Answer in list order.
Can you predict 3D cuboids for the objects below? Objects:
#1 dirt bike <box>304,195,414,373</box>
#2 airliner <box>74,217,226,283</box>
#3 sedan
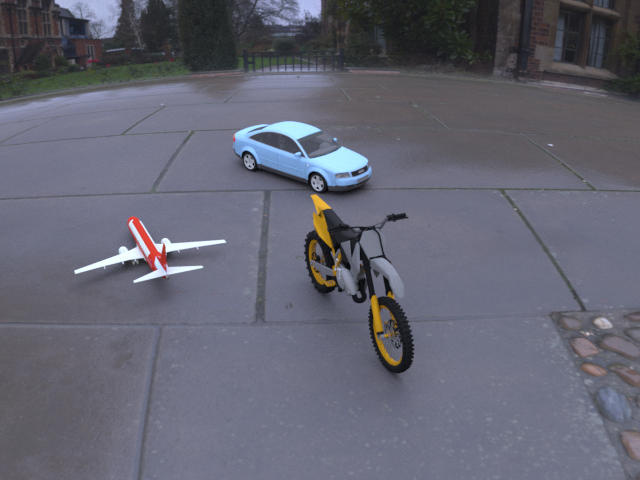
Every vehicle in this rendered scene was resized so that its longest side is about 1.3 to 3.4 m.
[{"bbox_3d":[0.433,0.370,8.848,1.024,1.666,2.903,-11,29,-21],"label":"dirt bike"},{"bbox_3d":[-2.615,-0.043,10.593,2.257,0.835,2.541,-12,29,-23],"label":"airliner"},{"bbox_3d":[-0.388,-1.761,13.889,3.137,0.940,1.235,21,33,35],"label":"sedan"}]
